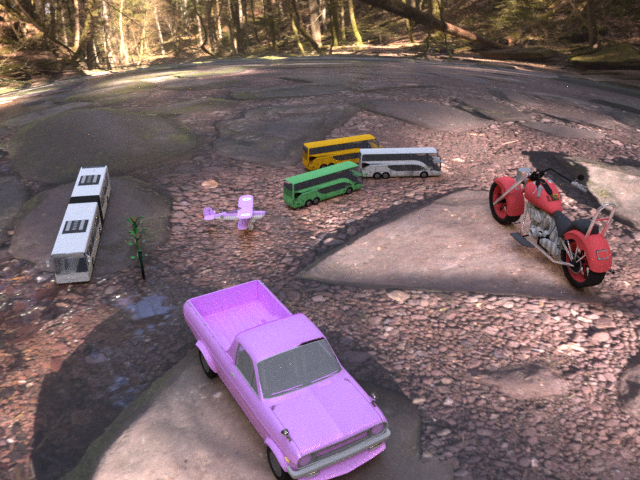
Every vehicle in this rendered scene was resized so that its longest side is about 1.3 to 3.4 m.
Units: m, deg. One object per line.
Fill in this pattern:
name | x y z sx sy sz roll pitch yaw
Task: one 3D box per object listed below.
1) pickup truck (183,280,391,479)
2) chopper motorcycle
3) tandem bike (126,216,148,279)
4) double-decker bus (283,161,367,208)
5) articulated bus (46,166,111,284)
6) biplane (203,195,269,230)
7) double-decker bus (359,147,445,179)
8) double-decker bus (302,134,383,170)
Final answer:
pickup truck | -0.506 1.370 7.916 1.244 0.993 3.117 -15 32 -26
chopper motorcycle | 3.473 -0.459 10.780 0.906 1.480 3.040 -8 29 -14
tandem bike | -2.819 -0.022 10.812 0.283 0.682 1.642 -9 30 -15
double-decker bus | 0.097 -1.030 12.818 1.672 0.541 0.389 -19 34 -31
articulated bus | -3.887 -0.360 11.561 0.605 0.561 3.401 -5 29 -8
biplane | -1.404 -0.429 11.747 1.090 0.504 1.336 -2 29 -4
double-decker bus | 1.592 -1.515 13.714 1.672 0.541 0.389 -2 28 -3
double-decker bus | 0.461 -1.782 14.207 1.672 0.541 0.389 -11 30 -19
